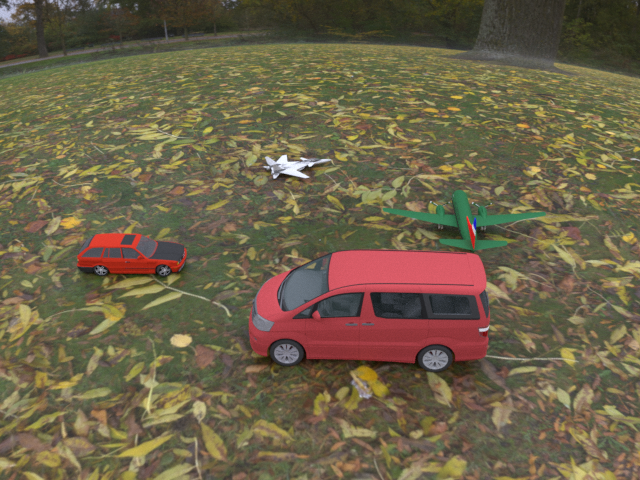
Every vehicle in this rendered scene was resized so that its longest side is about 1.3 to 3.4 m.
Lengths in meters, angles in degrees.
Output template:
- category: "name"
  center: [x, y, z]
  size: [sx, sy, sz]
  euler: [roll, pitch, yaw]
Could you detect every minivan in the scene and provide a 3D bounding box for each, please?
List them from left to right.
- category: "minivan"
  center: [0.595, 0.813, 8.842]
  size: [3.011, 1.197, 1.324]
  euler: [2, 31, 3]

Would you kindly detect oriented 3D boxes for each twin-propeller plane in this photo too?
- category: "twin-propeller plane"
  center: [2.351, -0.421, 11.310]
  size: [2.663, 0.792, 2.129]
  euler: [2, 31, 3]

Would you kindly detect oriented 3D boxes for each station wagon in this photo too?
- category: "station wagon"
  center: [-2.832, 0.193, 10.591]
  size: [1.597, 0.473, 0.682]
  euler: [1, 31, 1]

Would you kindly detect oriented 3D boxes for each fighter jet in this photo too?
- category: "fighter jet"
  center: [-0.383, -1.525, 13.658]
  size: [1.358, 0.286, 1.147]
  euler: [-13, 33, -21]
